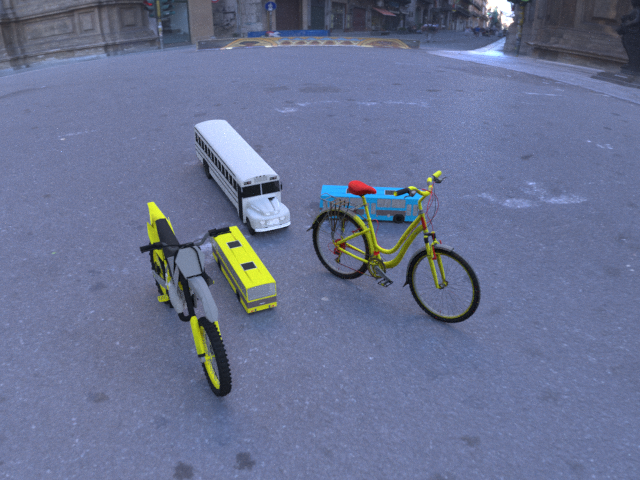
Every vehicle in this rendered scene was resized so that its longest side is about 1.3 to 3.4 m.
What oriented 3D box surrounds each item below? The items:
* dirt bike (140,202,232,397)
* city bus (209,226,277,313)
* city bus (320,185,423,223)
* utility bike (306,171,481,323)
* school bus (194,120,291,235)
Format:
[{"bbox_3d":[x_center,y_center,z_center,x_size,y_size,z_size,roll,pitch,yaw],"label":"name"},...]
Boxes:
[{"bbox_3d":[-1.628,0.533,8.399,1.024,1.666,2.903,-14,33,-23],"label":"dirt bike"},{"bbox_3d":[-1.095,0.402,9.828,0.476,0.460,1.674,-13,32,-21],"label":"city bus"},{"bbox_3d":[0.841,-0.585,11.532,1.674,0.460,0.476,2,30,4],"label":"city bus"},{"bbox_3d":[0.964,-0.082,9.288,2.791,1.839,1.039,22,37,33],"label":"utility bike"},{"bbox_3d":[-1.399,-1.155,12.132,0.709,0.844,3.322,-13,32,-21],"label":"school bus"}]
